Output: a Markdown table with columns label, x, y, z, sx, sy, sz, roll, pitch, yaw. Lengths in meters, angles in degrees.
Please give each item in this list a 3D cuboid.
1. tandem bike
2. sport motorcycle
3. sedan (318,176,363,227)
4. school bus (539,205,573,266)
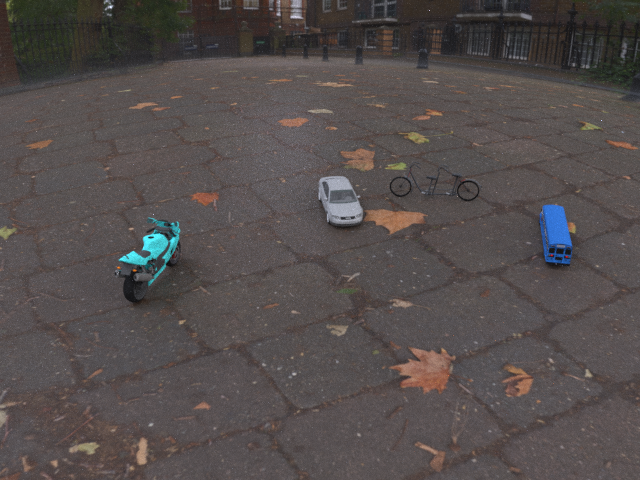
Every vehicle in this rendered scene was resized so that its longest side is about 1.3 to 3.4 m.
| label | x | y | z | sx | sy | sz | roll | pitch | yaw |
| --- | --- | --- | --- | --- | --- | --- | --- | --- | --- |
| tandem bike | 2.079 | -1.048 | 12.566 | 1.642 | 0.682 | 0.283 | 4 | 28 | 8 |
| sport motorcycle | -2.375 | 0.247 | 9.922 | 0.506 | 0.821 | 1.520 | 8 | 29 | 15 |
| sedan | 0.347 | -0.735 | 12.179 | 0.635 | 0.483 | 1.613 | -4 | 28 | -8 |
| school bus | 3.704 | -0.126 | 11.060 | 0.365 | 0.434 | 1.708 | 6 | 28 | 11 |
